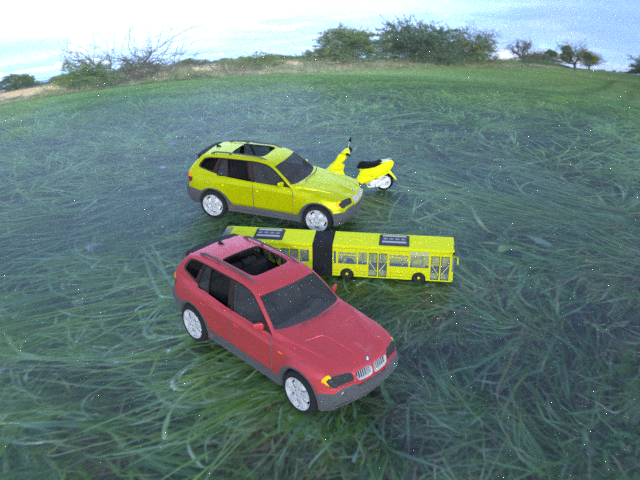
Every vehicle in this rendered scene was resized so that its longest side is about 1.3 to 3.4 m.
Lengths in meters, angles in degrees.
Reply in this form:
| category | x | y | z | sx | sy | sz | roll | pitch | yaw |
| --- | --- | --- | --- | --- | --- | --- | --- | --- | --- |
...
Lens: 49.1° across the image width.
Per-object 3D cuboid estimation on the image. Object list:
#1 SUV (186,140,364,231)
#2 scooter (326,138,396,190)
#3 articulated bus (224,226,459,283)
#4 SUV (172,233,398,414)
| category | x | y | z | sx | sy | sz | roll | pitch | yaw |
| --- | --- | --- | --- | --- | --- | --- | --- | --- | --- |
| SUV | -0.776 | -0.986 | 11.937 | 3.058 | 1.128 | 1.276 | 9 | 27 | 18 |
| scooter | 0.722 | -1.362 | 12.960 | 1.399 | 0.919 | 0.662 | 1 | 26 | 1 |
| articulated bus | 0.253 | 0.199 | 10.134 | 3.401 | 0.561 | 0.605 | 3 | 26 | 6 |
| SUV | -0.503 | 0.829 | 8.174 | 1.276 | 1.128 | 3.058 | -23 | 34 | -39 |
